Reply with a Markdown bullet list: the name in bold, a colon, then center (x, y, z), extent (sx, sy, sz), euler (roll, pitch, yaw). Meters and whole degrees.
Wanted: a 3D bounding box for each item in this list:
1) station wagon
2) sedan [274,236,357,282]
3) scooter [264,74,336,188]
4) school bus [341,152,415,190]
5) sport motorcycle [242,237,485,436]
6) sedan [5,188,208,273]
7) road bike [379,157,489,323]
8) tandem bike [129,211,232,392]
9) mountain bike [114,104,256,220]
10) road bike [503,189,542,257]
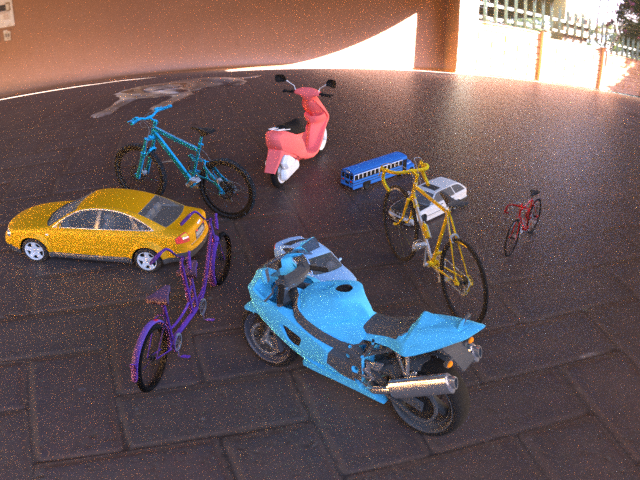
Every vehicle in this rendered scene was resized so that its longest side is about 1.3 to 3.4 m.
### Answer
- **station wagon**: center (1.875, -0.700, 12.121), extent (1.597, 0.473, 0.682), euler (-24, 36, -38)
- **sedan**: center (-0.073, 0.349, 10.087), extent (0.635, 0.483, 1.613), euler (-17, 32, -30)
- **scooter**: center (-0.400, -2.204, 13.597), extent (1.288, 1.786, 2.721), euler (11, 29, 20)
- **school bus**: center (1.144, -1.341, 13.400), extent (1.708, 0.434, 0.365), euler (-21, 34, -35)
- **sport motorcycle**: center (0.305, 1.042, 7.540), extent (2.955, 1.596, 0.983), euler (17, 32, 30)
- **sedan**: center (-3.301, -0.256, 10.758), extent (3.137, 0.940, 1.235), euler (4, 28, 8)
- **road bike**: center (1.514, -0.073, 9.627), extent (0.696, 1.656, 3.004), euler (-9, 29, -18)
- **tandem bike**: center (-1.660, 0.570, 8.746), extent (0.550, 1.326, 3.192), euler (6, 28, 11)
- **mountain bike**: center (-2.369, -1.287, 11.934), extent (2.857, 1.688, 1.114), euler (12, 30, 21)
- **road bike**: center (3.211, -0.321, 10.979), extent (0.358, 0.852, 1.545), euler (18, 32, 31)
